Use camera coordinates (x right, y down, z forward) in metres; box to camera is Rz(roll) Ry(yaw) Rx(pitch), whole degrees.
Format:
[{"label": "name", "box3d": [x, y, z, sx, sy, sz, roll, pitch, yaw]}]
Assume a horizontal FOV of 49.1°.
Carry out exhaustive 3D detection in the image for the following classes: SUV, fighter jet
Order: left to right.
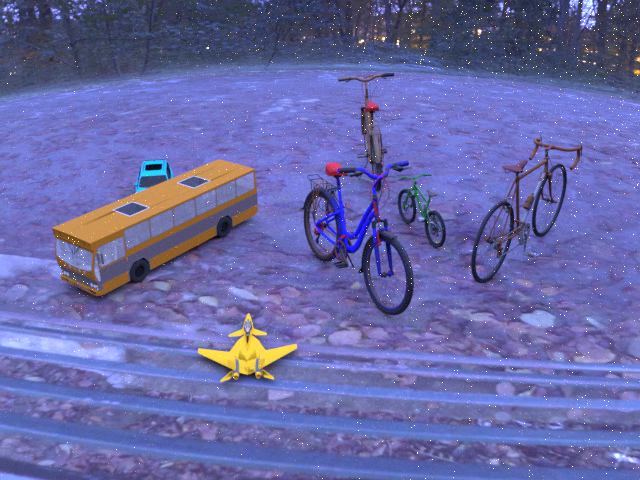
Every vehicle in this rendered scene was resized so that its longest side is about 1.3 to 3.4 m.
[{"label": "SUV", "box3d": [-2.837, -0.927, 12.020, 0.656, 0.580, 1.572, -5, 27, -9]}, {"label": "fighter jet", "box3d": [-0.849, 1.152, 8.208, 1.147, 0.286, 1.358, -2, 27, -4]}]

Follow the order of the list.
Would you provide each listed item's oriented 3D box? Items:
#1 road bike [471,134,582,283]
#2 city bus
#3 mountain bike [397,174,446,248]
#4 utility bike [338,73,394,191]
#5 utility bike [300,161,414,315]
[{"label": "road bike", "box3d": [2.934, -0.506, 9.983, 0.697, 1.656, 3.004, 20, 33, 35]}, {"label": "city bus", "box3d": [-2.270, -0.251, 10.323, 0.926, 0.894, 3.255, 18, 32, 31]}, {"label": "mountain bike", "box3d": [1.568, -0.492, 10.832, 0.573, 0.868, 1.469, -10, 28, -19]}, {"label": "utility bike", "box3d": [0.857, -2.085, 12.924, 1.039, 1.839, 2.791, -1, 27, -2]}, {"label": "utility bike", "box3d": [0.506, -0.285, 9.338, 1.039, 1.839, 2.791, -14, 30, -26]}]
